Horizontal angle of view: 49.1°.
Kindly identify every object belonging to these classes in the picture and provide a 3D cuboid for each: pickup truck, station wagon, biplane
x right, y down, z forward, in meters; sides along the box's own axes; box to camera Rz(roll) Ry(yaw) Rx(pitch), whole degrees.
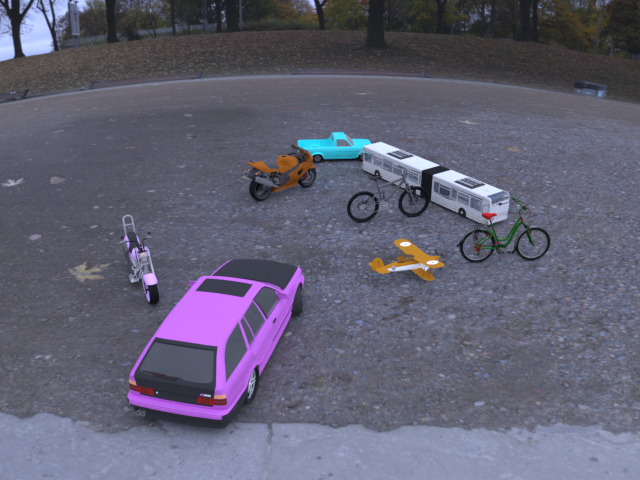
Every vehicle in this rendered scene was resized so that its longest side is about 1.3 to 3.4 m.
[{"bbox_3d":[0.312,-1.960,14.648,1.603,0.511,0.640,-2,26,-4],"label":"pickup truck"},{"bbox_3d":[-1.079,0.916,8.292,1.327,0.920,3.105,6,27,13],"label":"station wagon"},{"bbox_3d":[1.236,0.331,9.964,1.090,0.504,1.336,-8,27,-16],"label":"biplane"}]

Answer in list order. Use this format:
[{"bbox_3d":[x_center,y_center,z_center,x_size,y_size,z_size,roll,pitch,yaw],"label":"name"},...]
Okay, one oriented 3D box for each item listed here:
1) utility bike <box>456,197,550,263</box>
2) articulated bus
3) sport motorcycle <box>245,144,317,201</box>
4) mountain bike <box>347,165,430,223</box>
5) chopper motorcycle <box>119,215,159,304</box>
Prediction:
[{"bbox_3d":[2.735,-0.134,10.414,1.435,0.946,0.535,-2,26,-4],"label":"utility bike"},{"bbox_3d":[1.991,-1.099,12.828,0.605,0.561,3.401,-17,31,-31],"label":"articulated bus"},{"bbox_3d":[-0.675,-1.230,12.800,1.520,0.821,0.506,-19,32,-34],"label":"sport motorcycle"},{"bbox_3d":[1.160,-0.740,11.744,1.469,0.868,0.573,-6,27,-13],"label":"mountain bike"},{"bbox_3d":[-2.525,0.257,9.823,0.466,0.761,1.563,-12,28,-22],"label":"chopper motorcycle"}]
